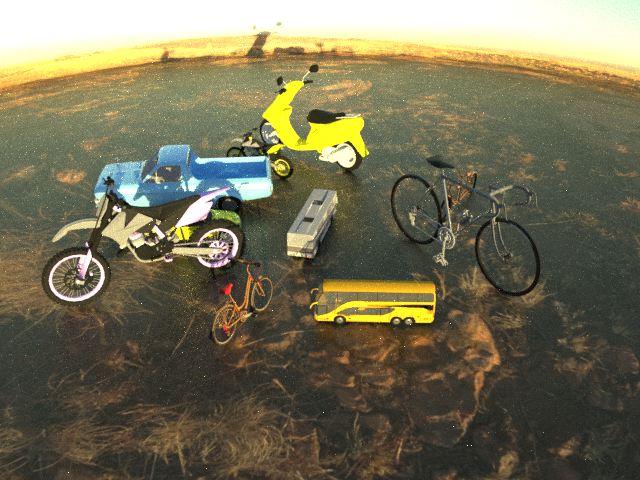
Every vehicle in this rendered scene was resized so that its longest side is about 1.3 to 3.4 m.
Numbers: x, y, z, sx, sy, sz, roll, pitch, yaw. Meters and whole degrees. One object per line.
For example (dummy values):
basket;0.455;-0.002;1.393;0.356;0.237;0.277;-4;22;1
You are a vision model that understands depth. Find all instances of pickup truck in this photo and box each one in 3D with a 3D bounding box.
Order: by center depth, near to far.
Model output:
pickup truck;-2.386;-1.102;12.401;3.117;0.993;1.244;-3;29;-5

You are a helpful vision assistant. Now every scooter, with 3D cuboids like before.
scooter;-0.188;-2.444;13.983;2.721;1.786;1.288;20;35;32

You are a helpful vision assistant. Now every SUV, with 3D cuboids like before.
SUV;-2.060;-0.271;11.341;1.572;0.580;0.656;-5;30;-9

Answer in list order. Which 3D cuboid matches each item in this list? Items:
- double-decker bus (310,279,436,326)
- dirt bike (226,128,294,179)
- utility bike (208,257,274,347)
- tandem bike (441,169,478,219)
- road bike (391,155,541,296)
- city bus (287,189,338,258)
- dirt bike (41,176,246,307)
double-decker bus;0.706;0.828;9.421;1.672;0.541;0.389;1;29;2
dirt bike;-1.187;-1.675;13.562;1.493;0.857;0.527;13;32;22
utility bike;-1.065;0.741;9.162;0.535;0.946;1.435;16;33;26
tandem bike;2.481;-0.920;12.395;0.283;0.682;1.642;17;34;28
road bike;2.070;-0.336;10.358;0.697;1.656;3.004;-20;35;-31
city bus;-0.106;-0.274;11.470;0.476;0.460;1.674;7;30;12
dirt bike;-2.425;-0.013;9.770;2.903;1.666;1.024;-13;32;-22
